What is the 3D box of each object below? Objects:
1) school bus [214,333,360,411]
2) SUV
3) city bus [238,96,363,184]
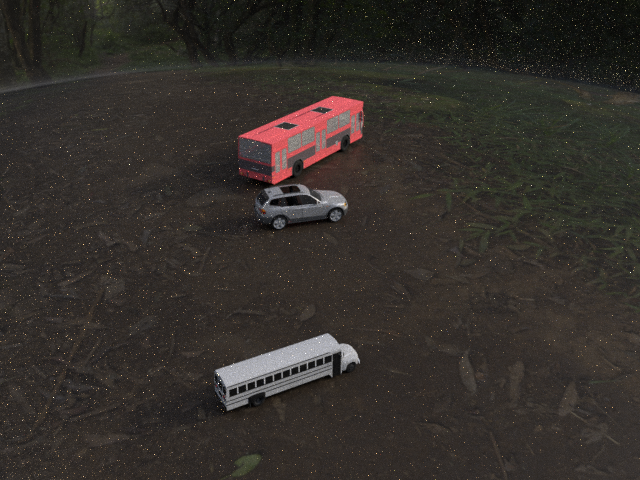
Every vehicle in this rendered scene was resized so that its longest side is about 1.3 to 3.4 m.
[{"bbox_3d":[-0.334,1.446,7.878,1.708,0.434,0.365,-15,31,-26],"label":"school bus"},{"bbox_3d":[-0.315,-0.615,11.675,1.572,0.580,0.656,-8,29,-15],"label":"SUV"},{"bbox_3d":[-0.292,-2.024,14.041,0.926,0.894,3.255,17,32,30],"label":"city bus"}]
